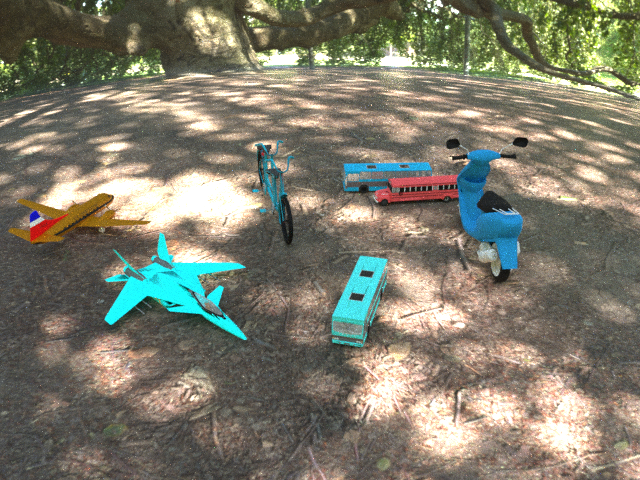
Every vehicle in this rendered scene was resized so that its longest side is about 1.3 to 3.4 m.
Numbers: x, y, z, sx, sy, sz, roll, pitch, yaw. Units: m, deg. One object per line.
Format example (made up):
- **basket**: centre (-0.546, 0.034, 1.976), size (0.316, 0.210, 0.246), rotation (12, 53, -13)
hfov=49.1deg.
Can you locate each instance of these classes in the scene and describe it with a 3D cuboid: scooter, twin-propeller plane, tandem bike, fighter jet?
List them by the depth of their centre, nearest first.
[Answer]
- **fighter jet**: centre (-1.845, 0.677, 9.695), size (2.229, 0.557, 2.640), rotation (-23, 35, -38)
- **scooter**: centre (2.597, -0.628, 10.889), size (1.288, 1.786, 2.721), rotation (-2, 27, -4)
- **twin-propeller plane**: centre (-4.090, -0.461, 11.652), size (2.663, 0.792, 2.129), rotation (10, 29, 18)
- **tandem bike**: centre (-0.826, -1.088, 12.288), size (0.550, 1.326, 3.192), rotation (-6, 28, -12)

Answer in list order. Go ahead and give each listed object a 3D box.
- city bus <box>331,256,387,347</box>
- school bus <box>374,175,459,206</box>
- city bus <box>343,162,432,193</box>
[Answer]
- **city bus**: centre (0.563, 0.815, 9.534), size (0.476, 0.460, 1.674), rotation (7, 28, 14)
- **school bus**: centre (1.849, -0.929, 12.952), size (1.708, 0.434, 0.365), rotation (-4, 27, -8)
- **city bus**: centre (1.286, -1.195, 13.442), size (1.674, 0.460, 0.476), rotation (-1, 27, -2)
